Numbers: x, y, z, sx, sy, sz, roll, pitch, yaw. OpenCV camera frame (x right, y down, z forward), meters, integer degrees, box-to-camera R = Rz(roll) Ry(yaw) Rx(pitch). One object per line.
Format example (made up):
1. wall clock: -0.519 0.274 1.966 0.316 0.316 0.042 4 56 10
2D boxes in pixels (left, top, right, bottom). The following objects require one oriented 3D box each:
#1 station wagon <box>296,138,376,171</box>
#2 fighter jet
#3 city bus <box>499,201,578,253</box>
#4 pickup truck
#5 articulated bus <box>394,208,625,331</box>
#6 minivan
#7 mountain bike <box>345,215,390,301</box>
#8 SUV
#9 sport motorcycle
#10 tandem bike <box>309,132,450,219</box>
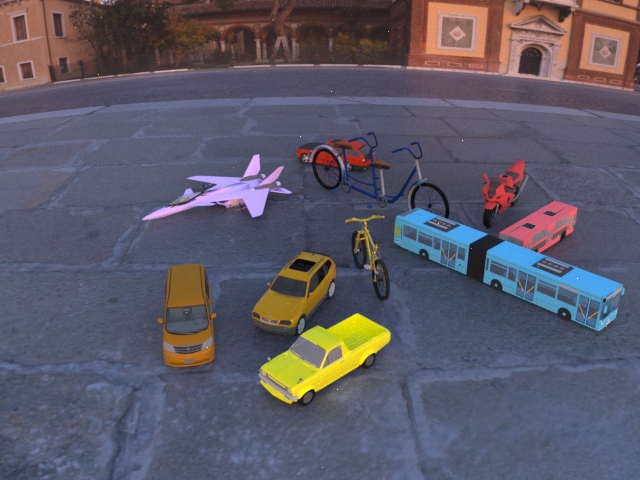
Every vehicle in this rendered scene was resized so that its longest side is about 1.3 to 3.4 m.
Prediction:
1. station wagon: 0.297 -1.769 14.048 1.597 0.473 0.682 13 29 25
2. fighter jet: -1.880 -0.849 12.106 2.640 0.557 2.229 -20 32 -34
3. city bus: 3.338 -0.106 10.721 0.476 0.460 1.674 24 35 39
4. pickup truck: 0.080 1.268 7.905 1.603 0.511 0.640 -23 34 -38
5. articulated bus: 2.472 0.320 9.752 0.605 0.561 3.401 -23 35 -38
6. minivan: -1.612 0.892 8.543 0.681 0.616 1.548 -4 27 -9
7. mountain bike: 0.689 0.198 9.653 0.573 0.868 1.469 -7 27 -14
8. SUV: -0.305 0.649 9.071 0.656 0.580 1.572 11 29 21
9. sport motorcycle: 3.069 -0.791 11.693 0.506 0.821 1.520 16 31 30
10. tandem bike: 0.923 -1.174 11.896 0.550 1.326 3.192 -23 35 -38
